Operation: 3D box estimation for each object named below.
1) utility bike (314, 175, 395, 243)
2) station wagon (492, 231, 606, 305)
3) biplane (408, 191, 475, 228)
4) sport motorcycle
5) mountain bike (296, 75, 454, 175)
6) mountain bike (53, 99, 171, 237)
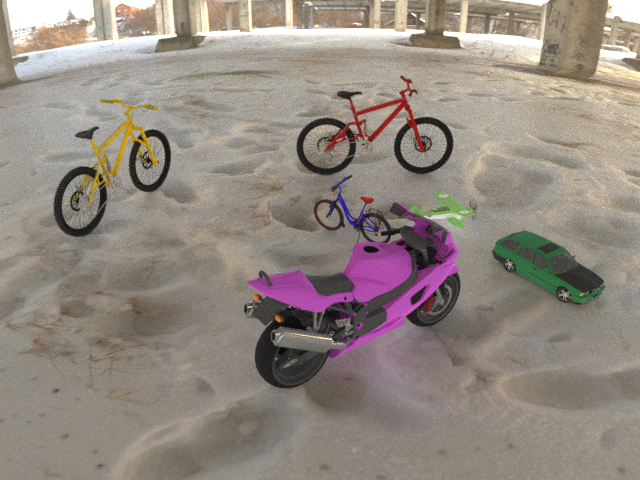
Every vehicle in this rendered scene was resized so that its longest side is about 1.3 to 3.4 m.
[{"bbox_3d":[0.471,-0.419,10.538,1.435,0.946,0.535,18,34,29],"label":"utility bike"},{"bbox_3d":[3.157,0.325,9.679,0.682,0.473,1.597,-19,34,-30],"label":"station wagon"},{"bbox_3d":[1.925,-0.434,11.020,1.090,0.504,1.336,-5,29,-10],"label":"biplane"},{"bbox_3d":[0.512,0.637,7.955,2.955,1.596,0.983,-18,34,-29],"label":"sport motorcycle"},{"bbox_3d":[1.000,-1.961,12.559,2.857,1.688,1.114,-1,29,-1],"label":"mountain bike"},{"bbox_3d":[-3.280,-1.237,11.250,1.114,1.688,2.857,12,31,21],"label":"mountain bike"}]
